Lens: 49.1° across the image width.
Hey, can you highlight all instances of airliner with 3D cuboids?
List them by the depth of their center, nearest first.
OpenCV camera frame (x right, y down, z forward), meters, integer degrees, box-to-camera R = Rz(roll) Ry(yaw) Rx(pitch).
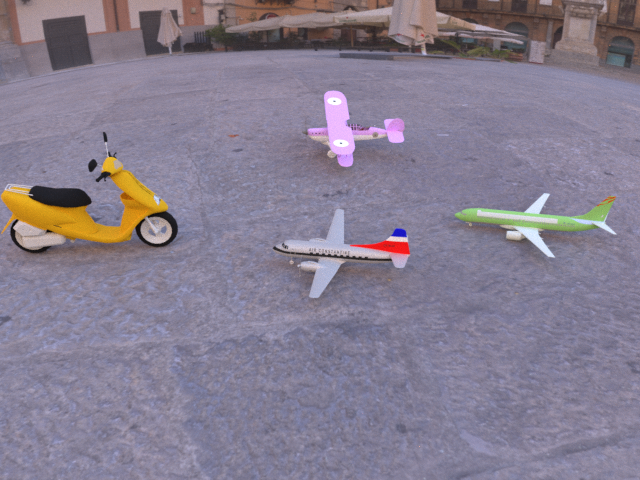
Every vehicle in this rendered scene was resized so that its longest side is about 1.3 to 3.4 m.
[{"bbox_3d":[3.542,-0.481,11.635,2.541,0.835,2.257,7,31,12],"label":"airliner"}]

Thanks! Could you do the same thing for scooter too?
[{"bbox_3d":[-3.652,-0.622,10.929,2.721,1.786,1.288,-3,30,-5],"label":"scooter"}]

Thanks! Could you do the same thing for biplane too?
[{"bbox_3d":[0.690,-2.203,14.466,2.120,0.981,2.598,-2,30,-3],"label":"biplane"}]

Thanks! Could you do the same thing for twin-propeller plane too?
[{"bbox_3d":[0.309,0.101,10.674,2.129,0.792,2.663,5,30,8],"label":"twin-propeller plane"}]
